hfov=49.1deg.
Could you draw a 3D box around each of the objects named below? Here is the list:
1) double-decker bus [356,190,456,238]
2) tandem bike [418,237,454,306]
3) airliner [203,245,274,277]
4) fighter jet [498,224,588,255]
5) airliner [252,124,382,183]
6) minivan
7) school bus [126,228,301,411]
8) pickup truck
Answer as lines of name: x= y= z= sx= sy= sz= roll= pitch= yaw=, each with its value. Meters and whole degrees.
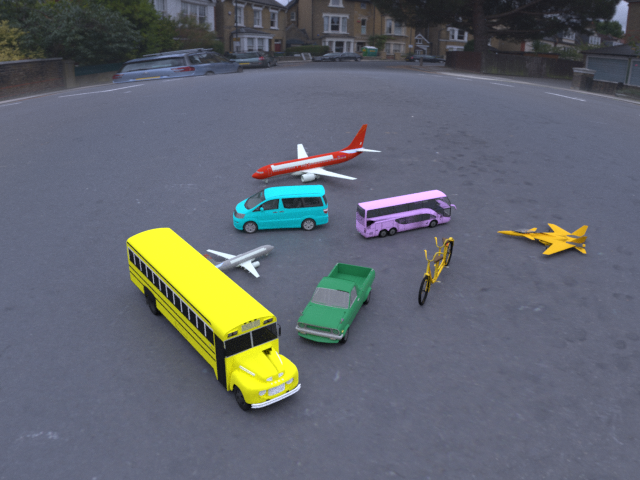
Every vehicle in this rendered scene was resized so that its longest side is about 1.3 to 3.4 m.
double-decker bus: x=1.386 y=-0.431 z=11.299 sx=1.672 sy=0.541 sz=0.389 roll=-11 pitch=28 yaw=-21
tandem bike: x=1.628 y=0.296 z=9.659 sx=0.283 sy=0.682 sz=1.642 roll=11 pitch=28 yaw=22
airliner: x=-1.162 y=0.200 z=10.141 sx=1.161 sy=0.429 sz=1.307 roll=24 pitch=35 yaw=39
fighter jet: x=3.464 y=-0.105 z=10.923 sx=1.358 sy=0.286 sz=1.147 roll=9 pitch=28 yaw=18
airliner: x=-0.146 y=-1.654 z=13.453 sx=2.541 sy=0.835 sz=2.257 roll=-13 pitch=29 yaw=-25
minivan: x=-0.646 y=-0.525 z=11.405 sx=1.548 sy=0.616 sz=0.681 roll=-3 pitch=26 yaw=-6
school bus: x=-1.370 y=0.831 z=8.389 sx=0.709 sy=0.844 sz=3.322 roll=-17 pitch=31 yaw=-31
pickup truck: x=0.232 y=0.733 z=8.965 sx=0.640 sy=0.511 sz=1.603 roll=9 pitch=28 yaw=17
